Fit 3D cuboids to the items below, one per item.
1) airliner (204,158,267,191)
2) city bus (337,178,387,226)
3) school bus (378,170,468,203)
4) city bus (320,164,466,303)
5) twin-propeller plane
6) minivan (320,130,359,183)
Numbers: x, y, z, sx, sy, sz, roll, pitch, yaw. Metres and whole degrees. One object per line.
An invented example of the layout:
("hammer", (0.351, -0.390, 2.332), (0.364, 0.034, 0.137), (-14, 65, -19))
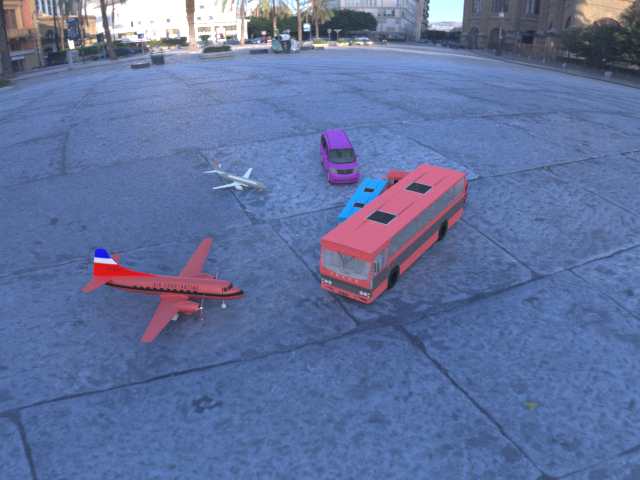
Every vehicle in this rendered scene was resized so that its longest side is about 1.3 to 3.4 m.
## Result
("airliner", (-1.524, -1.219, 13.107), (1.307, 0.429, 1.161), (16, 32, 28))
("city bus", (0.729, -0.500, 11.729), (0.476, 0.460, 1.674), (9, 29, 16))
("school bus", (1.789, -0.968, 12.632), (1.708, 0.434, 0.365), (9, 29, 16))
("city bus", (1.199, -0.169, 10.649), (0.926, 0.894, 3.255), (17, 32, 28))
("twin-propeller plane", (-2.062, 0.528, 9.455), (2.129, 0.792, 2.663), (4, 28, 7))
("minivan", (0.371, -1.638, 13.692), (0.681, 0.616, 1.548), (-4, 28, -7))
